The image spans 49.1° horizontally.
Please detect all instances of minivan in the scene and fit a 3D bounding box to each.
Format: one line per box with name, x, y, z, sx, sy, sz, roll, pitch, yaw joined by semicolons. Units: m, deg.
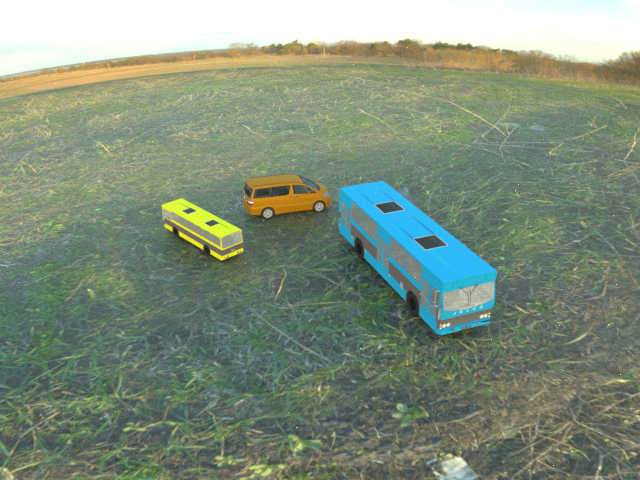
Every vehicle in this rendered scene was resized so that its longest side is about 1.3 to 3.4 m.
minivan;-0.577;-0.823;12.442;1.548;0.616;0.681;-8;29;-15

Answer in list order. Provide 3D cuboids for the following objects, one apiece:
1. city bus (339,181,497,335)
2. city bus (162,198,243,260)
city bus;1.277;0.170;10.226;0.926;0.894;3.255;-11;29;-19
city bus;-1.925;-0.171;11.354;0.476;0.460;1.674;-24;36;-38
